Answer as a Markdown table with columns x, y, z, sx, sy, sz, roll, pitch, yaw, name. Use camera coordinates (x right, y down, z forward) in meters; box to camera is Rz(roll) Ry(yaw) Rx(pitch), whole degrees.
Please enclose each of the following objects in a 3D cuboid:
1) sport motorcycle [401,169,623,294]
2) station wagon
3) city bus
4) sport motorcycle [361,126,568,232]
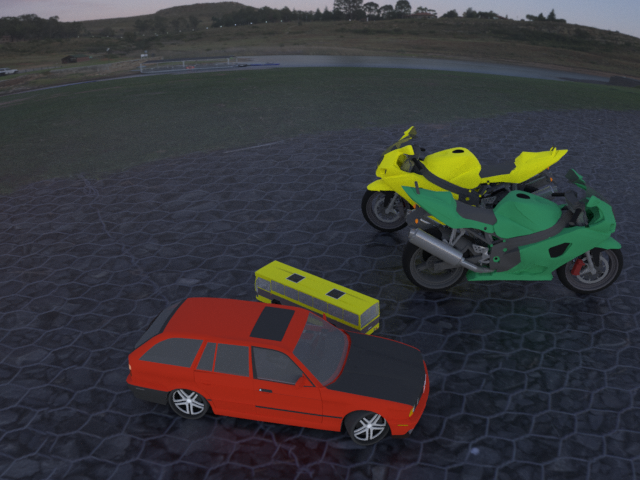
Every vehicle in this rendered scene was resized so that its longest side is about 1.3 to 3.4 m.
| x | y | z | sx | sy | sz | roll | pitch | yaw | name |
| --- | --- | --- | --- | --- | --- | --- | --- | --- | --- |
| 2.504 | -0.027 | 9.111 | 2.955 | 1.596 | 0.983 | 1 | 27 | 2 | sport motorcycle |
| -0.412 | 1.252 | 7.326 | 3.105 | 0.920 | 1.327 | 6 | 27 | 11 | station wagon |
| -0.064 | 0.770 | 8.792 | 1.674 | 0.460 | 0.476 | 19 | 33 | 33 | city bus |
| 2.105 | -0.776 | 10.597 | 2.955 | 1.596 | 0.983 | 4 | 27 | 8 | sport motorcycle |
